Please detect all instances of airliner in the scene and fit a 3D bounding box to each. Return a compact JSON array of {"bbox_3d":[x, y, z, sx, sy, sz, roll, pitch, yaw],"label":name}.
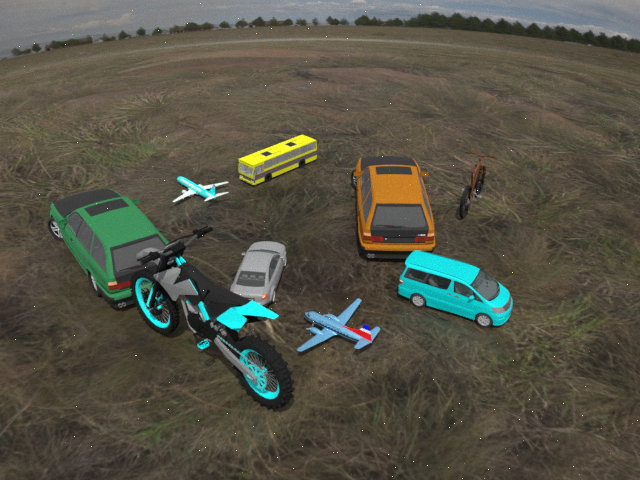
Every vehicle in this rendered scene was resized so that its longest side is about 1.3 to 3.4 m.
[{"bbox_3d":[-2.223,-1.005,12.578,1.161,0.429,1.307,-25,39,-35],"label":"airliner"}]

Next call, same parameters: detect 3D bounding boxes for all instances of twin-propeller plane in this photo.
[{"bbox_3d":[0.219,1.098,9.097,1.095,0.407,1.370,21,37,31],"label":"twin-propeller plane"}]

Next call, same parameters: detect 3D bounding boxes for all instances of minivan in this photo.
[{"bbox_3d":[1.877,0.650,9.641,1.548,0.616,0.681,16,34,24],"label":"minivan"}]

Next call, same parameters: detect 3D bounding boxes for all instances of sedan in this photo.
[{"bbox_3d":[-0.876,0.417,10.157,0.635,0.483,1.613,4,31,7],"label":"sedan"}]

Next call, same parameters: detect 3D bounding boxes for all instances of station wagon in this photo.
[{"bbox_3d":[-3.198,-0.134,10.651,1.327,0.920,3.105,-19,36,-29],"label":"station wagon"},{"bbox_3d":[1.209,-0.789,11.742,1.327,0.920,3.105,1,31,1],"label":"station wagon"}]

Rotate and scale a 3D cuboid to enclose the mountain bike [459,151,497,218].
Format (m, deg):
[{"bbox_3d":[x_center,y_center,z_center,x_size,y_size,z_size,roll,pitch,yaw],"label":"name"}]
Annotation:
[{"bbox_3d":[2.671,-0.990,12.127,0.573,0.868,1.469,14,34,22],"label":"mountain bike"}]

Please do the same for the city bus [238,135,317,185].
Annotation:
[{"bbox_3d":[-0.788,-1.531,13.426,0.476,0.460,1.674,27,40,37],"label":"city bus"}]

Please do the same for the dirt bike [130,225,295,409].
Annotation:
[{"bbox_3d":[-1.412,0.837,8.308,2.903,1.666,1.024,25,39,35],"label":"dirt bike"}]
